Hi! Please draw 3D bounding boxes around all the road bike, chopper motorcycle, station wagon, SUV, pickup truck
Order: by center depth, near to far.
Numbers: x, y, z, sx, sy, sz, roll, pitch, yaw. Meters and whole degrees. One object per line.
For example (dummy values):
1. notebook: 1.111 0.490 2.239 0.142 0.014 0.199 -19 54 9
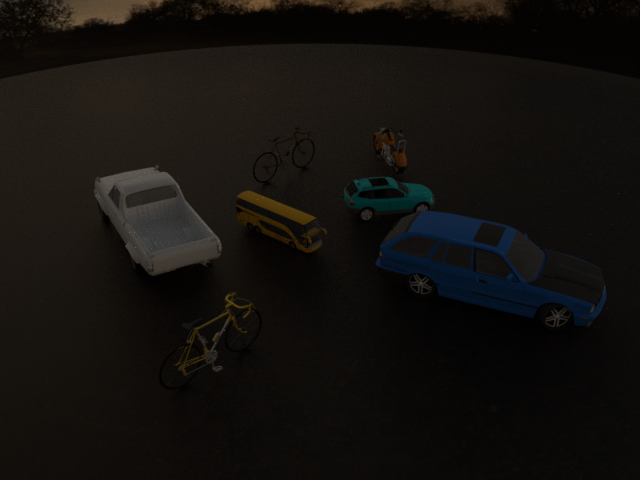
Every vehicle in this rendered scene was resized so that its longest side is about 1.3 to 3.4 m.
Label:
1. road bike: -1.287 1.191 8.365 0.358 0.852 1.545 27 40 37
2. station wagon: 2.386 0.318 9.780 3.105 0.920 1.327 13 33 21
3. pickup truck: -2.636 -0.434 10.986 1.244 0.993 3.117 -16 34 -25
4. SUV: 1.171 -0.758 11.943 1.572 0.580 0.656 -5 31 -9
5. road bike: -0.661 -1.612 13.128 1.545 0.852 0.358 -26 39 -37
6. chopper motorcycle: 1.346 -1.849 13.619 0.466 0.761 1.563 -7 31 -12

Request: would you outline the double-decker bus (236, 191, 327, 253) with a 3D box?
1. double-decker bus: -0.656 -0.288 11.184 1.672 0.541 0.389 23 38 34
